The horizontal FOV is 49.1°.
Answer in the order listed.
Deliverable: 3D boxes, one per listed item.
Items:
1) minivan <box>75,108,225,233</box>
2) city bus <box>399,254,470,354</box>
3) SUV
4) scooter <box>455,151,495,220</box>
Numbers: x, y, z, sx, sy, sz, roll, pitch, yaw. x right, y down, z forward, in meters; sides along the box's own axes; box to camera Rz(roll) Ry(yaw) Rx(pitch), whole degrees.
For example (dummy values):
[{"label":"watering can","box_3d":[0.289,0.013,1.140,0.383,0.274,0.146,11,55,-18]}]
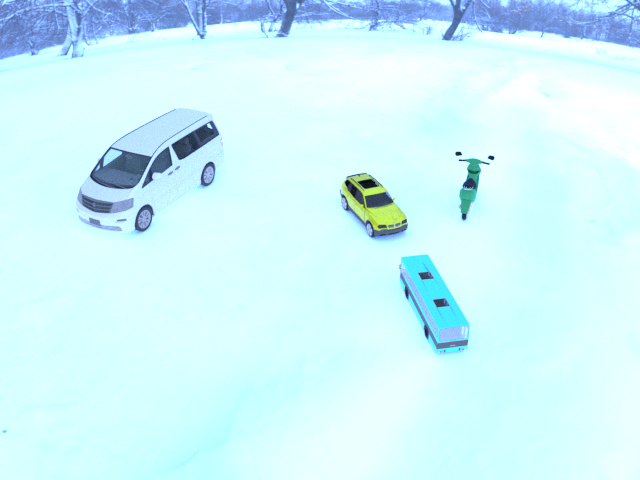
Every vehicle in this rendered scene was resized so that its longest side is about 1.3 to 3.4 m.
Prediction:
[{"label":"minivan","box_3d":[-2.897,-1.252,12.093,1.324,1.197,3.011,15,34,23]},{"label":"city bus","box_3d":[1.498,0.838,9.381,0.476,0.460,1.674,-6,32,-9]},{"label":"SUV","box_3d":[0.875,-0.611,11.636,0.656,0.580,1.572,-13,34,-20]},{"label":"scooter","box_3d":[2.570,-0.987,11.926,0.662,0.919,1.399,9,33,15]}]
